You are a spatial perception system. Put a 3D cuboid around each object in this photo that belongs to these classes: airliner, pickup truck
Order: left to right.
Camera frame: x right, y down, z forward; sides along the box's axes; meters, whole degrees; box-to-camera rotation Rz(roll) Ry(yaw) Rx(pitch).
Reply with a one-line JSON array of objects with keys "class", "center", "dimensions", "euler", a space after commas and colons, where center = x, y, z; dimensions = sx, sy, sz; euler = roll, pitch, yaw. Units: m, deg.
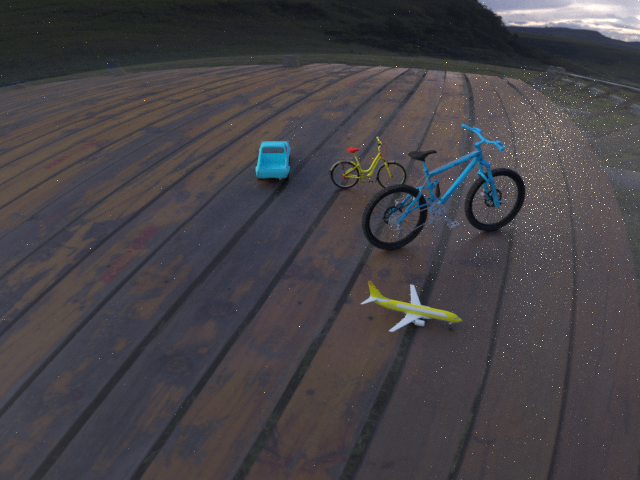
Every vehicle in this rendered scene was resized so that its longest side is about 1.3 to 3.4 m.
[{"class": "pickup truck", "center": [-0.896, -1.591, 13.530], "dimensions": [0.640, 0.511, 1.603], "euler": [0, 29, -1]}, {"class": "airliner", "center": [1.227, 0.830, 9.207], "dimensions": [1.307, 0.429, 1.161], "euler": [10, 30, 17]}]

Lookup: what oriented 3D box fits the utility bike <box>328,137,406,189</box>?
[{"class": "utility bike", "center": [0.856, -1.381, 12.697], "dimensions": [1.435, 0.946, 0.535], "euler": [2, 29, 3]}]

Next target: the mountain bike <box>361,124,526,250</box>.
[{"class": "mountain bike", "center": [1.973, -0.749, 10.776], "dimensions": [2.857, 1.688, 1.114], "euler": [-10, 30, -18]}]
